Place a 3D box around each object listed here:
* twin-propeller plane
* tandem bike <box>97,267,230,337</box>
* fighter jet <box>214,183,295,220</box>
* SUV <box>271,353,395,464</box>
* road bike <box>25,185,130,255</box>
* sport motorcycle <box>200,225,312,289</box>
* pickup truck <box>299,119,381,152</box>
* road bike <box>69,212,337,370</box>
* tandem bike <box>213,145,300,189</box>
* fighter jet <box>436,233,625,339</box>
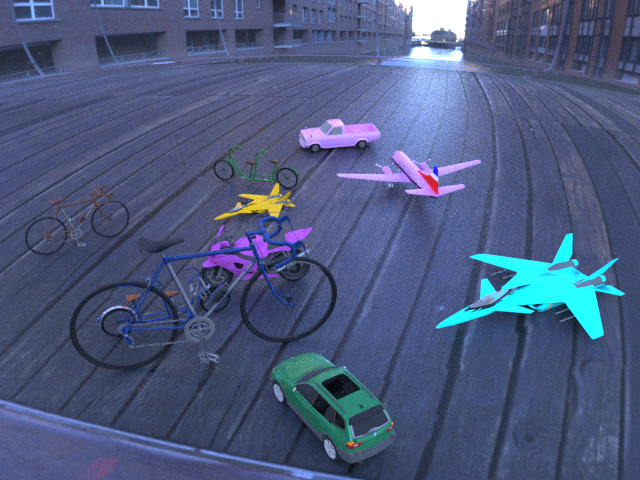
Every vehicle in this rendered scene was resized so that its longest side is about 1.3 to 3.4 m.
[{"bbox_3d":[1.635,-1.228,12.091,2.663,0.792,2.129,-7,29,-12],"label":"twin-propeller plane"},{"bbox_3d":[-1.886,0.746,8.535,1.642,0.682,0.283,-12,31,-22],"label":"tandem bike"},{"bbox_3d":[-1.125,-0.581,11.422,1.358,0.286,1.147,-18,33,-30],"label":"fighter jet"},{"bbox_3d":[0.098,1.588,7.077,0.656,0.580,1.572,-17,33,-29],"label":"SUV"},{"bbox_3d":[-3.562,-0.297,10.297,1.545,0.852,0.358,-18,33,-30],"label":"road bike"},{"bbox_3d":[-0.847,0.231,9.346,1.520,0.821,0.506,-6,29,-11],"label":"sport motorcycle"},{"bbox_3d":[0.392,-2.139,14.082,1.603,0.511,0.640,-6,29,-11],"label":"pickup truck"},{"bbox_3d":[-1.242,0.606,7.768,3.004,1.656,0.697,-8,29,-14],"label":"road bike"},{"bbox_3d":[-1.134,-1.284,12.312,1.642,0.682,0.283,8,29,15],"label":"tandem bike"},{"bbox_3d":[2.553,0.606,8.928,2.640,0.557,2.229,-15,32,-25],"label":"fighter jet"}]
